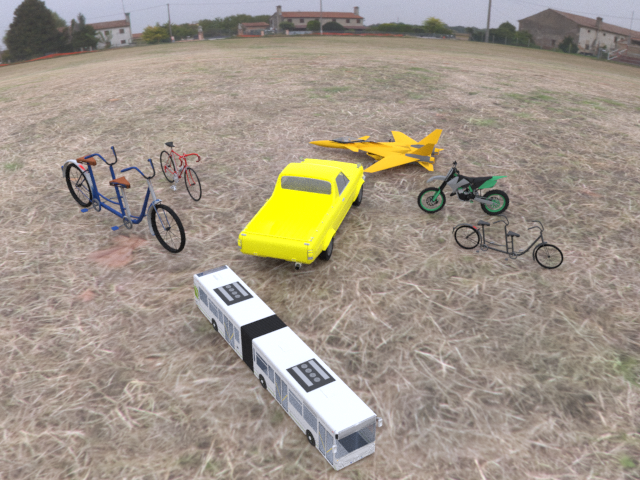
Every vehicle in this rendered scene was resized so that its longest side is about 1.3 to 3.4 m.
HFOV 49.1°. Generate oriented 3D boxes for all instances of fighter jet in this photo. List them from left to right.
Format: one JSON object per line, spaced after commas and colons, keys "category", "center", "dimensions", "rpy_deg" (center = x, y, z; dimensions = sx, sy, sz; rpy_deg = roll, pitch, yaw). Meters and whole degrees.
{"category": "fighter jet", "center": [1.025, -1.902, 13.648], "dimensions": [2.640, 0.557, 2.229], "rpy_deg": [9, 31, 16]}

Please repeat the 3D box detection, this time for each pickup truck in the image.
{"category": "pickup truck", "center": [-0.188, -0.591, 10.853], "dimensions": [1.244, 0.993, 3.117], "rpy_deg": [8, 30, 15]}

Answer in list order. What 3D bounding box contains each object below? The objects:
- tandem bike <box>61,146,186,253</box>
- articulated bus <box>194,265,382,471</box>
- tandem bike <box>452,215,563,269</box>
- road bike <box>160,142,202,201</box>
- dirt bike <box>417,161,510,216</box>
{"category": "tandem bike", "center": [-3.144, -0.787, 10.862], "dimensions": [3.192, 1.326, 0.550], "rpy_deg": [23, 37, 35]}
{"category": "articulated bus", "center": [-0.532, 1.282, 7.940], "dimensions": [0.605, 0.561, 3.401], "rpy_deg": [-17, 33, -28]}
{"category": "tandem bike", "center": [2.715, -0.028, 10.163], "dimensions": [1.642, 0.682, 0.283], "rpy_deg": [15, 32, 25]}
{"category": "road bike", "center": [-2.445, -1.240, 12.160], "dimensions": [0.358, 0.852, 1.545], "rpy_deg": [-20, 35, -32]}
{"category": "dirt bike", "center": [2.342, -0.796, 11.359], "dimensions": [1.493, 0.857, 0.527], "rpy_deg": [2, 29, 3]}
